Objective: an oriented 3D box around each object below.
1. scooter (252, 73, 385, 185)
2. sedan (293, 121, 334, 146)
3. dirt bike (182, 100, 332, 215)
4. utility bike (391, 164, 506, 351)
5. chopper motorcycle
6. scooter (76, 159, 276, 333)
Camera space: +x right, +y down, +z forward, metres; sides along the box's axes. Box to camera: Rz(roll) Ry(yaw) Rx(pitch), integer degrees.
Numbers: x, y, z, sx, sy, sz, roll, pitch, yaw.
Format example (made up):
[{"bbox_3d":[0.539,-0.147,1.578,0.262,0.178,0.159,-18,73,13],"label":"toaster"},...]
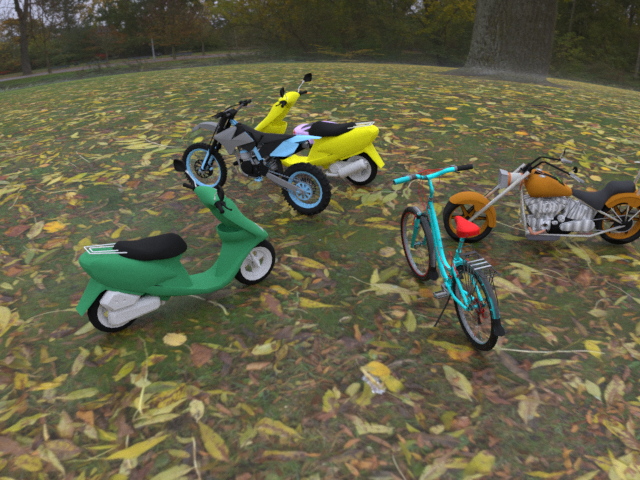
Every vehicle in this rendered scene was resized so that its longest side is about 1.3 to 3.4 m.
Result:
[{"bbox_3d":[-0.135,-1.967,12.646,2.721,1.786,1.288,11,29,20],"label":"scooter"},{"bbox_3d":[0.218,-2.155,14.437,1.613,0.483,0.635,12,30,23],"label":"sedan"},{"bbox_3d":[-1.129,-1.368,11.611,2.903,1.666,1.024,13,30,24],"label":"dirt bike"},{"bbox_3d":[1.469,0.101,8.563,1.039,1.839,2.791,-8,28,-15],"label":"utility bike"},{"bbox_3d":[3.387,-0.620,10.361,3.040,1.480,0.906,2,27,4],"label":"chopper motorcycle"},{"bbox_3d":[-1.727,0.068,8.686,2.721,1.786,1.288,-18,32,-31],"label":"scooter"}]
